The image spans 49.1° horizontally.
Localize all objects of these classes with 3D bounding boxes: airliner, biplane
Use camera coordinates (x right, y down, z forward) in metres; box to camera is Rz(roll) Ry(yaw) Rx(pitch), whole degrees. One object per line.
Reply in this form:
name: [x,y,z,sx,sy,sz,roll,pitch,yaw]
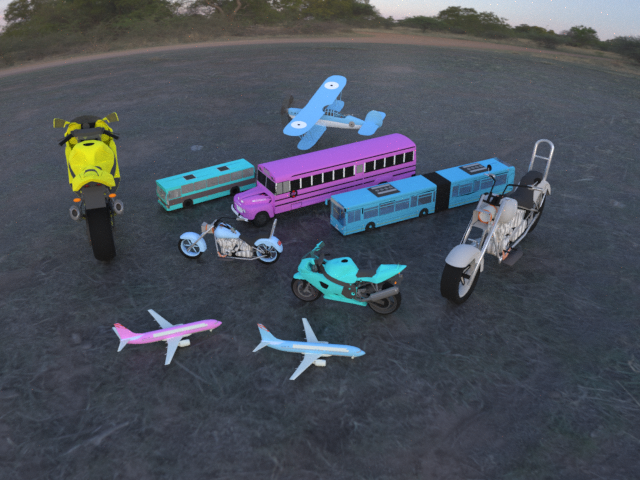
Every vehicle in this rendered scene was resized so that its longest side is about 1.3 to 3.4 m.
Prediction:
airliner: [-0.113,1.207,8.318,1.307,0.429,1.161,3,30,5]
biplane: [0.225,-2.416,14.017,2.120,0.981,2.598,12,32,19]
airliner: [-1.847,1.061,8.571,1.307,0.429,1.161,-11,32,-19]

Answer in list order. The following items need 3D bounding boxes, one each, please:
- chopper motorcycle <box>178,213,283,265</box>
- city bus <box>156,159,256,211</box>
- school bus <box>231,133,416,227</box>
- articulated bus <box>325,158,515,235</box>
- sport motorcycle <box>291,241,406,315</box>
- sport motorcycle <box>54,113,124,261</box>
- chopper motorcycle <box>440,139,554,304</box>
chopper motorcycle: [-1.307,-0.024,10.110,1.563,0.761,0.466,5,31,9]
city bus: [-1.933,-0.939,11.989,1.674,0.460,0.476,-18,35,-29]
school bus: [0.099,-1.051,11.800,3.322,0.844,0.709,-16,34,-26]
articulated bus: [1.730,-0.755,11.570,3.401,0.561,0.605,-14,33,-23]
sport motorcycle: [0.346,0.535,9.088,1.520,0.821,0.506,8,31,13]
sport motorcycle: [-3.468,-0.905,10.797,0.983,1.596,2.955,-9,31,-15]
chopper motorcycle: [2.563,-0.321,9.906,0.906,1.480,3.040,21,36,31]
